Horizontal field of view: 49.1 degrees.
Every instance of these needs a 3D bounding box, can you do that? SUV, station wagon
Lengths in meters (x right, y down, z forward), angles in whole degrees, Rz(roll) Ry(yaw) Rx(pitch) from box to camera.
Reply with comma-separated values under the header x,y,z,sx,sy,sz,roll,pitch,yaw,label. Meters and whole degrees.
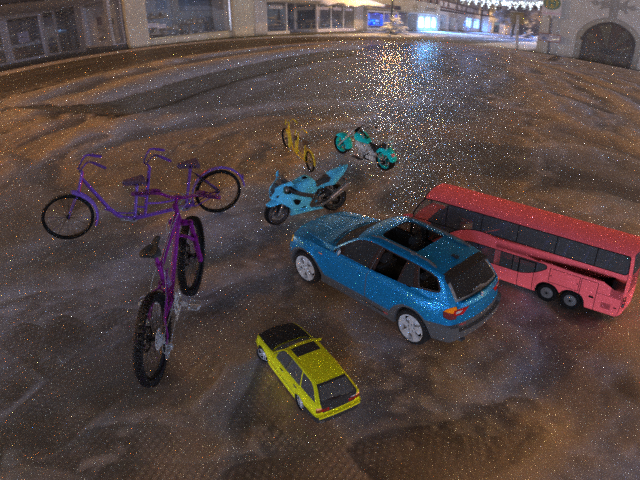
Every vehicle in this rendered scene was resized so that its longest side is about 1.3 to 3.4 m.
x,y,z,sx,sy,sz,roll,pitch,yaw,label
0.913,0.267,9.320,1.276,1.128,3.058,-27,40,-37,SUV
-0.179,1.410,8.054,0.682,0.473,1.597,-17,35,-26,station wagon

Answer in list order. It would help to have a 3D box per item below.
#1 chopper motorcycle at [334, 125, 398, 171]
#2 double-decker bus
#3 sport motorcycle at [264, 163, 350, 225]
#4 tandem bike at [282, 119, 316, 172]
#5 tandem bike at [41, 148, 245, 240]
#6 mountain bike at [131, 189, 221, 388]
x,y,z,sx,sy,sz,roll,pitch,yaw,label
0.835,-1.817,13.150,0.466,0.761,1.563,-24,39,-35,chopper motorcycle
2.708,0.058,9.743,3.251,1.052,0.756,19,36,29,double-decker bus
-0.214,-0.741,11.300,1.520,0.821,0.506,-16,34,-24,sport motorcycle
-0.424,-1.839,13.263,0.283,0.682,1.642,-13,33,-20,tandem bike
-2.717,-0.808,10.921,3.192,1.326,0.550,-12,33,-19,tandem bike
-1.806,0.410,8.539,1.114,1.688,2.857,3,31,4,mountain bike
